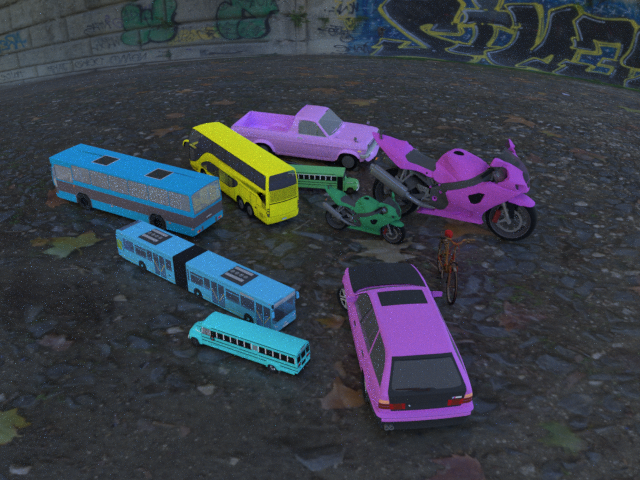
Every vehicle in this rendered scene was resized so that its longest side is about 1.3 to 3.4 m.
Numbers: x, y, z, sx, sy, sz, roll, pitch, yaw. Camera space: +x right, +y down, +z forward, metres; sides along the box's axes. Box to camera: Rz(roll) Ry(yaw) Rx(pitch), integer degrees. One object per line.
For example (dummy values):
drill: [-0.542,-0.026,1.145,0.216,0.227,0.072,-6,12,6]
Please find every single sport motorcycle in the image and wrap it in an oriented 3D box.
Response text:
sport motorcycle: [2.228,-0.930,11.837,2.955,1.596,0.983,14,32,23]
sport motorcycle: [0.741,-0.433,11.746,1.520,0.821,0.506,15,33,25]

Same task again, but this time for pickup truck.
pickup truck: [-0.310,-2.282,14.831,3.117,0.993,1.244,9,31,16]

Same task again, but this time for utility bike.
utility bike: [1.951,0.276,10.370,0.535,0.946,1.435,0,30,-1]

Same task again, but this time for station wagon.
station wagon: [1.017,1.071,8.995,1.327,0.920,3.105,-3,30,-5]

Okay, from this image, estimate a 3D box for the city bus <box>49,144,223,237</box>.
city bus: [-3.303,-0.893,12.483,3.255,0.894,0.926,15,33,25]

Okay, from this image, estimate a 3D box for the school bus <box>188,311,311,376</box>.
school bus: [-0.954,1.311,9.065,1.708,0.434,0.365,14,33,23]

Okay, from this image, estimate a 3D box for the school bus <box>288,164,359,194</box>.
school bus: [-0.099,-1.188,13.469,1.708,0.434,0.365,4,30,7]

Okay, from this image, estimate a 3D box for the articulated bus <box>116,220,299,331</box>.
articulated bus: [-1.770,0.477,10.406,3.401,0.561,0.605,21,36,33]

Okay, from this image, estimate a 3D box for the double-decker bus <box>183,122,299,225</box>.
double-decker bus: [-1.528,-1.337,13.105,0.756,1.052,3.251,-19,35,-30]
